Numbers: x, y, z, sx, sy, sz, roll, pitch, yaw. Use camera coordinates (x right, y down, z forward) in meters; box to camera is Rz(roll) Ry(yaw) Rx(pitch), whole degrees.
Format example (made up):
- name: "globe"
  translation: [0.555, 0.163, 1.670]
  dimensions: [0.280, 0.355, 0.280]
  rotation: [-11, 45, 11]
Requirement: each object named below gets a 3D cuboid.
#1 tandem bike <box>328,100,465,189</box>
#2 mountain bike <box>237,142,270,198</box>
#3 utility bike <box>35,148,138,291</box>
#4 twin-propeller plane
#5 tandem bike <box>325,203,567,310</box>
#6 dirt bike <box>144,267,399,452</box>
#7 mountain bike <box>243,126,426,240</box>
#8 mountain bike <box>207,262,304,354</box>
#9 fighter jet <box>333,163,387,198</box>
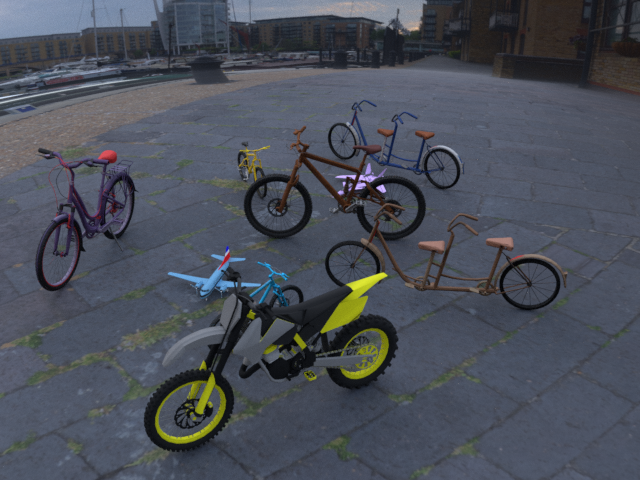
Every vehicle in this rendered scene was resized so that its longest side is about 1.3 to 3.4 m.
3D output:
- name: "tandem bike"
  translation: [1.378, -1.890, 13.436]
  dimensions: [3.192, 1.326, 0.550]
  rotation: [21, 34, 35]
- name: "mountain bike"
  translation: [-1.267, -1.359, 12.893]
  dimensions: [0.573, 0.868, 1.469]
  rotation: [-12, 29, -22]
- name: "utility bike"
  translation: [-3.268, -0.529, 10.176]
  dimensions: [1.039, 1.839, 2.791]
  rotation: [6, 28, 12]
- name: "twin-propeller plane"
  translation: [-1.450, 0.473, 9.781]
  dimensions: [1.370, 0.407, 1.095]
  rotation: [7, 28, 13]
- name: "tandem bike"
  translation: [1.629, 0.231, 9.242]
  dimensions: [3.192, 1.326, 0.550]
  rotation: [5, 27, 11]
- name: "dirt bike"
  translation: [-0.395, 1.124, 7.099]
  dimensions: [2.903, 1.666, 1.024]
  rotation: [-14, 30, -26]
- name: "mountain bike"
  translation: [0.225, -0.782, 10.843]
  dimensions: [2.857, 1.688, 1.114]
  rotation: [1, 27, 2]
- name: "mountain bike"
  translation: [-0.772, 0.831, 8.562]
  dimensions: [1.469, 0.868, 0.573]
  rotation: [-22, 34, -36]
- name: "fighter jet"
  translation: [0.678, -1.070, 12.965]
  dimensions: [1.147, 0.286, 1.358]
  rotation: [22, 34, 36]
